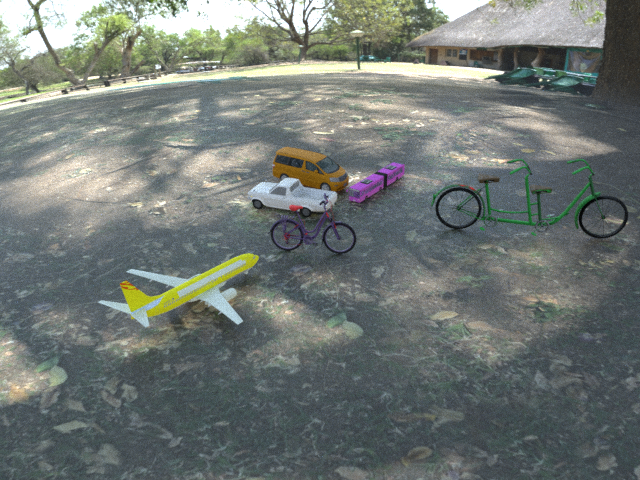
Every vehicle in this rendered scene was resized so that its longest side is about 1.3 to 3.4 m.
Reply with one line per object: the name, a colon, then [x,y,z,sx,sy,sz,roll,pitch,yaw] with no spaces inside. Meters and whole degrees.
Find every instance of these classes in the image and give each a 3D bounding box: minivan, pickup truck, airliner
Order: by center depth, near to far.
airliner: [-1.730,0.488,9.734,2.257,0.835,2.541,19,32,34]
pickup truck: [-0.507,-0.820,12.741,1.603,0.511,0.640,10,28,19]
minivan: [-0.177,-1.389,13.772,1.548,0.616,0.681,15,30,28]

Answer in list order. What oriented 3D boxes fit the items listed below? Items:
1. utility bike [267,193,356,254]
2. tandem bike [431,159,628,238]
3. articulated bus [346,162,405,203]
utility bike: [-0.127,-0.261,11.123,1.435,0.946,0.535,3,27,7]
tandem bike: [3.469,-0.703,11.586,3.192,1.326,0.550,4,27,8]
articulated bus: [1.119,-1.139,13.636,0.311,0.289,1.749,17,31,31]
